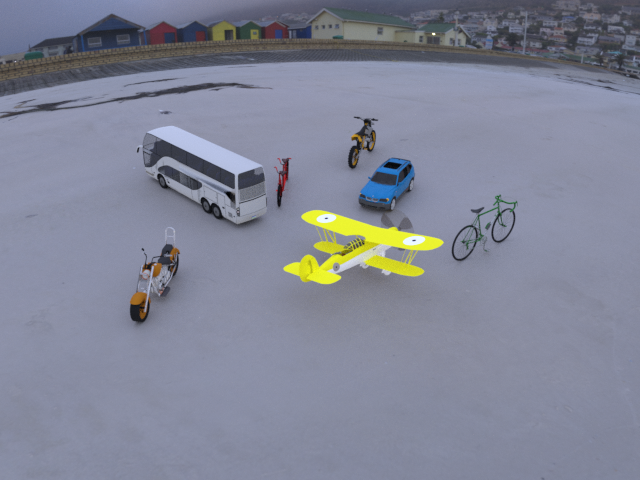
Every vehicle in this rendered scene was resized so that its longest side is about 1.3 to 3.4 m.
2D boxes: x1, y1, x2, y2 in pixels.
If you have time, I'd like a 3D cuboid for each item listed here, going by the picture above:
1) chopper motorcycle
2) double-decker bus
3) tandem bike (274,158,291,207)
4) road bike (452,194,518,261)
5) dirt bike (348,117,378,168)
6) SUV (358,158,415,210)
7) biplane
[{"bbox_3d":[-2.329,0.471,9.867,0.466,0.761,1.563,5,28,9],"label":"chopper motorcycle"},{"bbox_3d":[-2.207,-1.265,12.809,0.756,1.052,3.251,-23,36,-37],"label":"double-decker bus"},{"bbox_3d":[-0.689,-1.208,13.095,0.283,0.682,1.642,2,28,3],"label":"tandem bike"},{"bbox_3d":[2.611,-0.206,11.038,1.545,0.852,0.358,-21,35,-34],"label":"road bike"},{"bbox_3d":[0.884,-2.081,14.544,0.527,0.857,1.493,12,30,21],"label":"dirt bike"},{"bbox_3d":[1.256,-1.057,12.920,0.656,0.580,1.572,13,31,23],"label":"SUV"},{"bbox_3d":[0.459,0.182,10.174,2.120,0.981,2.598,-25,37,-38],"label":"biplane"}]
